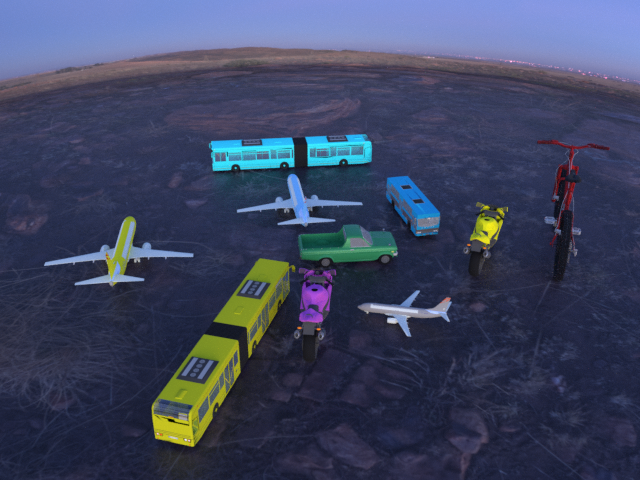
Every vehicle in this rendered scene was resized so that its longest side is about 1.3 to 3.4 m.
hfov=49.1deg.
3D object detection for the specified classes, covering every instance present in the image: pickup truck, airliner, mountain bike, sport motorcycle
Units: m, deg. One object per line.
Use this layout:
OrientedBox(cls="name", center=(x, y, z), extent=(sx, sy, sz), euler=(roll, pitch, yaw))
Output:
OrientedBox(cls="pickup truck", center=(0.443, 0.062, 11.298), extent=(1.603, 0.511, 0.640), euler=(-3, 28, -5))
OrientedBox(cls="airliner", center=(-3.149, 0.007, 11.057), extent=(2.257, 0.835, 2.541), euler=(-3, 28, -6))
OrientedBox(cls="airliner", center=(1.172, 0.913, 9.792), extent=(1.307, 0.429, 1.161), euler=(6, 29, 11))
OrientedBox(cls="mountain bike", center=(3.943, -0.583, 11.257), extent=(1.114, 1.688, 2.857), euler=(8, 29, 14))
OrientedBox(cls="sport motorcycle", center=(2.621, -0.038, 11.156), extent=(0.506, 0.821, 1.520), euler=(12, 30, 21))
OrientedBox(cls="airliner", center=(-0.394, -0.883, 12.723), extent=(2.257, 0.835, 2.541), euler=(-4, 28, -7))
OrientedBox(cls="sport motorcycle", center=(-0.073, 0.938, 9.330), extent=(0.506, 0.821, 1.520), euler=(3, 28, 5))

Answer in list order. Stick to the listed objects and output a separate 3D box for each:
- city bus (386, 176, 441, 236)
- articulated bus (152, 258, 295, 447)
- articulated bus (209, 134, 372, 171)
OrientedBox(cls="city bus", center=(1.649, -0.616, 12.620), extent=(0.476, 0.460, 1.674), euler=(-6, 29, -12))
OrientedBox(cls="articulated bus", center=(-1.124, 1.266, 8.993), extent=(0.605, 0.561, 3.401), euler=(8, 29, 14))
OrientedBox(cls="articulated bus", center=(-0.621, -1.854, 14.828), extent=(3.401, 0.561, 0.605), euler=(-4, 28, -7))
